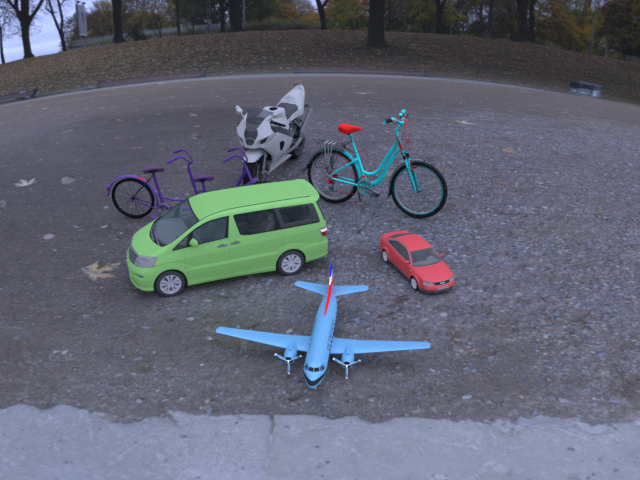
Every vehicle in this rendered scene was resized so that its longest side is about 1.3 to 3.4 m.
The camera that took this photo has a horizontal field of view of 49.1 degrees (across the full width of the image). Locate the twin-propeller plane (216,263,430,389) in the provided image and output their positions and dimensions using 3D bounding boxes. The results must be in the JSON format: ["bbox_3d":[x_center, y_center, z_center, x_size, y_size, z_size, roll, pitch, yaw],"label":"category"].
[{"bbox_3d":[0.041,1.064,8.788,2.663,0.792,2.129,3,27,6],"label":"twin-propeller plane"}]

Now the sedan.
[{"bbox_3d":[1.470,0.269,10.701,0.635,0.483,1.613,-10,29,-20],"label":"sedan"}]

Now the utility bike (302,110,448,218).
[{"bbox_3d":[0.987,-1.438,12.571,2.791,1.839,1.039,12,29,22],"label":"utility bike"}]

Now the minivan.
[{"bbox_3d":[-1.416,-0.096,10.631,3.011,1.197,1.324,-9,28,-18],"label":"minivan"}]

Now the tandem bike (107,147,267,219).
[{"bbox_3d":[-2.167,-0.946,12.167,3.192,1.326,0.550,2,27,4],"label":"tandem bike"}]

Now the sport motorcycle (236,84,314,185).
[{"bbox_3d":[-0.898,-2.094,14.134,0.983,1.596,2.955,9,28,17],"label":"sport motorcycle"}]
